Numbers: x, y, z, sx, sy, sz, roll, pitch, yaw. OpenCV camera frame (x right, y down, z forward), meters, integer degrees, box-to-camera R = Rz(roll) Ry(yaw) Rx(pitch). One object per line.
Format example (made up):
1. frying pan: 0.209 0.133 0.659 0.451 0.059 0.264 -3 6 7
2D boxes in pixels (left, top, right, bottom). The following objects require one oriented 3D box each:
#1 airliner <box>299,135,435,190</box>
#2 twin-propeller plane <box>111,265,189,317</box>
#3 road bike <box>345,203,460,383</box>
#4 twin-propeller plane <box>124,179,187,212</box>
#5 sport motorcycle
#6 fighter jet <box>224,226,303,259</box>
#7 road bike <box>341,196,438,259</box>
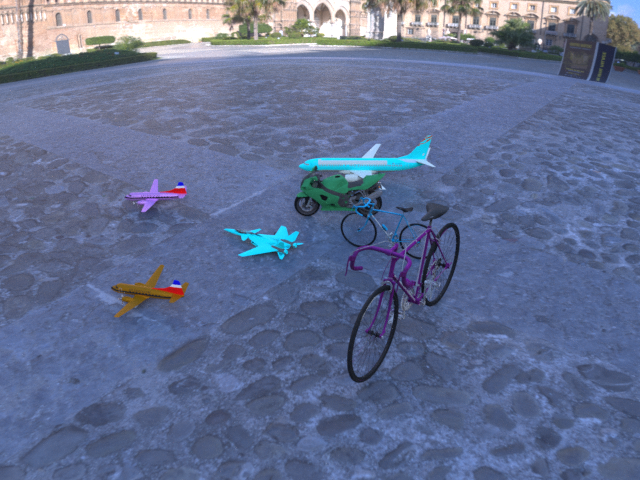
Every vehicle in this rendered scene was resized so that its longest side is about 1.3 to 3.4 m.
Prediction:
1. airliner: 0.865 -1.591 13.220 2.541 0.835 2.257 1 28 2
2. twin-propeller plane: -2.352 0.660 9.503 1.095 0.407 1.370 7 29 13
3. road bike: 1.115 0.480 8.521 0.696 1.656 3.004 17 33 28
4. twin-propeller plane: -2.879 -0.817 12.237 1.095 0.407 1.370 -1 28 -2
5. sport motorcycle: 0.323 -0.780 11.733 1.520 0.821 0.506 0 28 0
6. fighter jet: -0.985 -0.081 11.001 1.358 0.286 1.147 17 33 28
7. road bike: 1.034 -0.178 10.586 1.545 0.852 0.358 11 30 20
